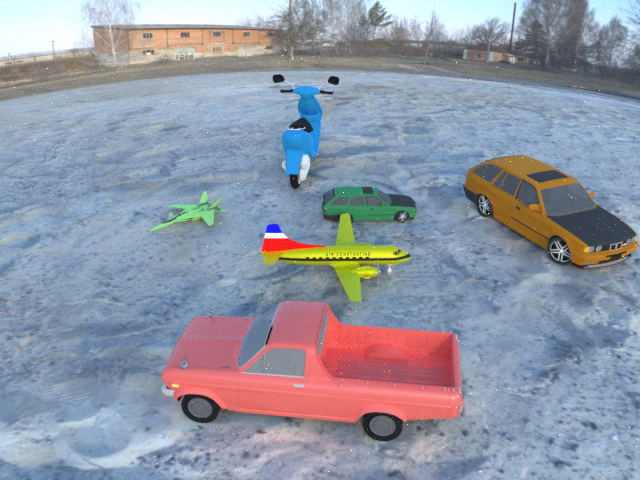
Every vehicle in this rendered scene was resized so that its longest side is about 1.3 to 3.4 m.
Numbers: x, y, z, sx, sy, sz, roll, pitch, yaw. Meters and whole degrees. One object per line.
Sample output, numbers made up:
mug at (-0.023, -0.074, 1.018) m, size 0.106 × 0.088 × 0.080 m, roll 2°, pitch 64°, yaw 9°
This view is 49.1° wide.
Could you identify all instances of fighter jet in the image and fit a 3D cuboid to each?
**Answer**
fighter jet at (-2.254, -0.445, 11.590) m, size 1.147 × 0.286 × 1.358 m, roll 22°, pitch 34°, yaw 37°

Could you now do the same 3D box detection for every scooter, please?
scooter at (-0.311, -2.184, 13.396) m, size 1.288 × 1.786 × 2.721 m, roll 4°, pitch 27°, yaw 7°

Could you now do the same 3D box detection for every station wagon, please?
station wagon at (3.599, -0.576, 11.142) m, size 1.327 × 0.920 × 3.105 m, roll -11°, pitch 29°, yaw -21°
station wagon at (0.828, -0.619, 11.729) m, size 1.597 × 0.473 × 0.682 m, roll -1°, pitch 27°, yaw -2°

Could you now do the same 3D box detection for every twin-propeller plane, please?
twin-propeller plane at (0.237, 0.123, 9.885) m, size 2.129 × 0.792 × 2.663 m, roll -1°, pitch 27°, yaw -1°

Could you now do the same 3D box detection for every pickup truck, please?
pickup truck at (-0.063, 1.263, 7.372) m, size 3.117 × 0.993 × 1.244 m, roll 4°, pitch 27°, yaw 7°
